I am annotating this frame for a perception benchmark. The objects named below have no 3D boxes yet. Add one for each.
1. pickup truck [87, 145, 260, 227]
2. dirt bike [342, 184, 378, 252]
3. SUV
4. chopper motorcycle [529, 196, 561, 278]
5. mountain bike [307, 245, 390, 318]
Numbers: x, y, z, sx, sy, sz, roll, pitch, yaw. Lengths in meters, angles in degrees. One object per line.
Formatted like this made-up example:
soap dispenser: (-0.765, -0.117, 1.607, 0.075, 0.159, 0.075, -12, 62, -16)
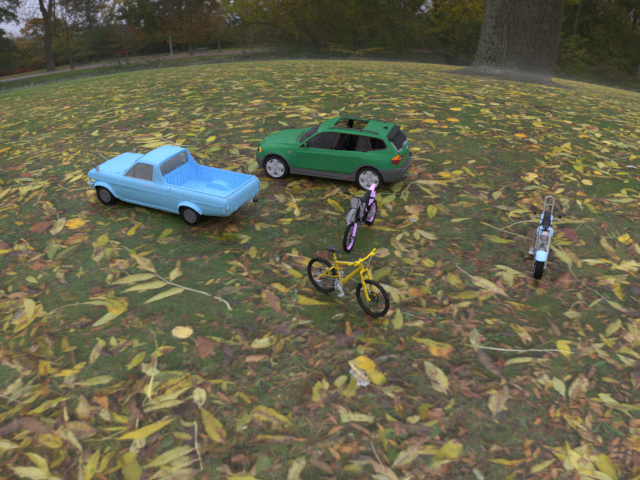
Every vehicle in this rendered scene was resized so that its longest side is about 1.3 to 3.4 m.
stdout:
pickup truck: (-2.646, -1.079, 12.508, 3.117, 0.993, 1.244, 13, 31, 23)
dirt bike: (0.677, -0.424, 11.448, 0.527, 0.857, 1.493, 11, 31, 20)
SUV: (0.258, -1.802, 13.694, 3.058, 1.128, 1.276, 9, 30, 16)
chopper motorcycle: (3.483, -0.063, 10.887, 0.466, 0.761, 1.563, 9, 30, 17)
mountain bike: (0.372, 0.515, 9.713, 1.469, 0.868, 0.573, 23, 36, 36)
